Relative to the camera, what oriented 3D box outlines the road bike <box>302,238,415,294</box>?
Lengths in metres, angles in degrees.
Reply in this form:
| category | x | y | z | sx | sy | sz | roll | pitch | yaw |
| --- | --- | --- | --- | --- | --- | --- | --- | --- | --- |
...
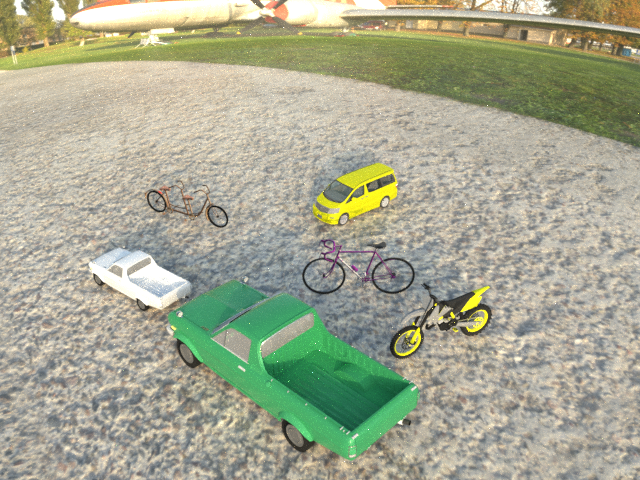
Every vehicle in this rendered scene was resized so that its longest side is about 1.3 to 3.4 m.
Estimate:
| category | x | y | z | sx | sy | sz | roll | pitch | yaw |
| --- | --- | --- | --- | --- | --- | --- | --- | --- | --- |
| road bike | 0.528 | 0.385 | 9.531 | 1.545 | 0.852 | 0.358 | 0 | 31 | 0 |

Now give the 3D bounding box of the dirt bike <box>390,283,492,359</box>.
| category | x | y | z | sx | sy | sz | roll | pitch | yaw |
| --- | --- | --- | --- | --- | --- | --- | --- | --- | --- |
| dirt bike | 1.515 | 0.963 | 8.560 | 1.493 | 0.857 | 0.527 | -14 | 34 | -22 |

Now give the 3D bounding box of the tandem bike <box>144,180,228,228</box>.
| category | x | y | z | sx | sy | sz | roll | pitch | yaw |
| --- | --- | --- | --- | --- | --- | --- | --- | --- | --- |
| tandem bike | -2.199 | -0.634 | 11.397 | 1.642 | 0.682 | 0.283 | 14 | 34 | 22 |

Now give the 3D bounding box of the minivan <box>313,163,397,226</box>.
| category | x | y | z | sx | sy | sz | roll | pitch | yaw |
| --- | --- | --- | --- | --- | --- | --- | --- | --- | --- |
| minivan | 0.588 | -0.779 | 11.704 | 1.548 | 0.616 | 0.681 | -23 | 38 | -33 |

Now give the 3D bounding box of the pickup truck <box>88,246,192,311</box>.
| category | x | y | z | sx | sy | sz | roll | pitch | yaw |
| --- | --- | --- | --- | --- | --- | --- | --- | --- | --- |
| pickup truck | -2.513 | 0.488 | 9.691 | 1.603 | 0.511 | 0.640 | 22 | 37 | 32 |

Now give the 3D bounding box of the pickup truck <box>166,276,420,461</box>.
| category | x | y | z | sx | sy | sz | roll | pitch | yaw |
| --- | --- | --- | --- | --- | --- | --- | --- | --- | --- |
| pickup truck | -0.414 | 1.280 | 7.899 | 3.117 | 0.993 | 1.244 | 26 | 40 | 37 |
